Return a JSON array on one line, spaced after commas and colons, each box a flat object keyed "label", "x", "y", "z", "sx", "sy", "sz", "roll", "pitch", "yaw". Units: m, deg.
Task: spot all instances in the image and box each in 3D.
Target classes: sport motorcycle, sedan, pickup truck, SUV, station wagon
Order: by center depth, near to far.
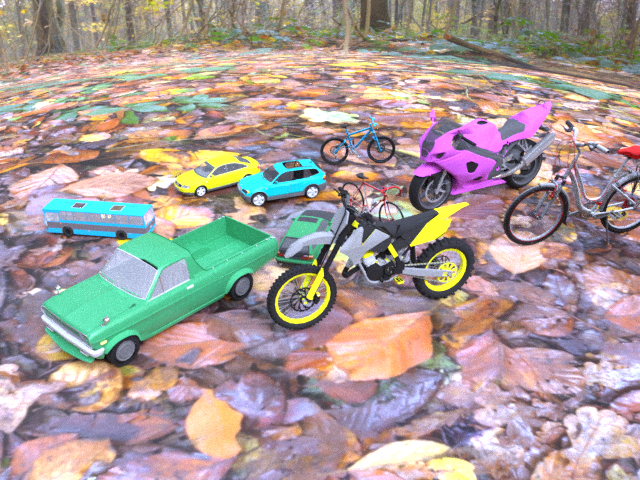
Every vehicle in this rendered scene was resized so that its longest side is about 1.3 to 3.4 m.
[{"label": "pickup truck", "x": -1.972, "y": 0.456, "z": 9.056, "sx": 1.244, "sy": 0.993, "sz": 3.117, "roll": 23, "pitch": 36, "yaw": 35}, {"label": "station wagon", "x": -0.171, "y": -0.119, "z": 10.660, "sx": 0.682, "sy": 0.473, "sz": 1.597, "roll": 7, "pitch": 29, "yaw": 13}, {"label": "sport motorcycle", "x": 2.750, "y": -1.447, "z": 11.928, "sx": 2.955, "sy": 1.596, "sz": 0.983, "roll": -16, "pitch": 32, "yaw": -26}, {"label": "SUV", "x": -0.662, "y": -1.045, "z": 12.253, "sx": 1.572, "sy": 0.580, "sz": 0.656, "roll": -10, "pitch": 30, "yaw": -17}, {"label": "sedan", "x": -1.855, "y": -1.213, "z": 12.663, "sx": 1.613, "sy": 0.483, "sz": 0.635, "roll": -18, "pitch": 33, "yaw": -29}]

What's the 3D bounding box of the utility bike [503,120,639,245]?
[{"label": "utility bike", "x": 4.109, "y": -0.768, "z": 10.423, "sx": 2.791, "sy": 1.839, "sz": 1.039, "roll": -7, "pitch": 29, "yaw": -13}]

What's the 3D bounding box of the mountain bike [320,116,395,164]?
[{"label": "mountain bike", "x": 0.735, "y": -1.872, "z": 13.475, "sx": 1.469, "sy": 0.868, "sz": 0.573, "roll": -2, "pitch": 29, "yaw": -4}]

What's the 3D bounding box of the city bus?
[{"label": "city bus", "x": -3.473, "y": -0.320, "z": 11.044, "sx": 1.674, "sy": 0.460, "sz": 0.476, "roll": 4, "pitch": 29, "yaw": 7}]

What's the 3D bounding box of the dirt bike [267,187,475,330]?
[{"label": "dirt bike", "x": 0.714, "y": 0.224, "z": 8.778, "sx": 2.903, "sy": 1.666, "sz": 1.024, "roll": -11, "pitch": 30, "yaw": -19}]

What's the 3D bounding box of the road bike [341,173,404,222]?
[{"label": "road bike", "x": 0.825, "y": -0.601, "z": 11.151, "sx": 0.358, "sy": 0.852, "sz": 1.545, "roll": -20, "pitch": 34, "yaw": -32}]
